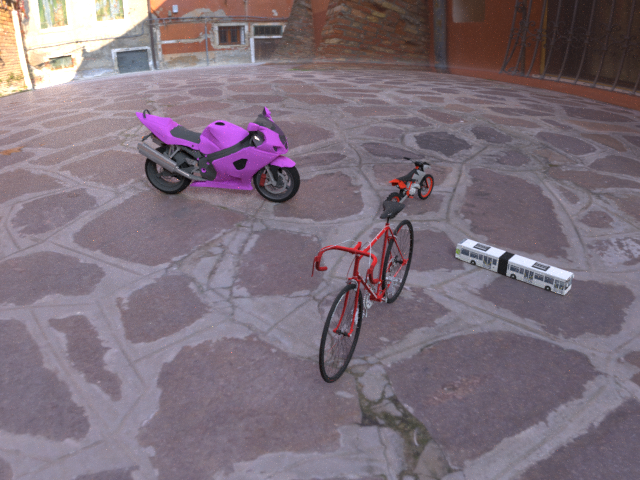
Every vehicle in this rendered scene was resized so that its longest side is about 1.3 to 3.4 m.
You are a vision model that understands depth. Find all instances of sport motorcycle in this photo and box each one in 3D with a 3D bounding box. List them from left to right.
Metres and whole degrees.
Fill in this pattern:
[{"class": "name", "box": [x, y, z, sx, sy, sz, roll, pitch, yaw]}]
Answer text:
[{"class": "sport motorcycle", "box": [-1.798, -1.494, 12.405, 2.955, 1.596, 0.983, 5, 28, 10]}]

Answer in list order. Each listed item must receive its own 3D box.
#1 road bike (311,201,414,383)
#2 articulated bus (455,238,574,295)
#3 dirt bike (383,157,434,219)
[{"class": "road bike", "box": [0.655, 0.458, 8.610, 0.697, 1.656, 3.004, 13, 30, 23]}, {"class": "articulated bus", "box": [2.816, 0.375, 10.243, 1.749, 0.289, 0.311, 21, 34, 34]}, {"class": "dirt bike", "box": [1.562, -0.942, 12.148, 0.527, 0.857, 1.493, 22, 35, 35]}]
